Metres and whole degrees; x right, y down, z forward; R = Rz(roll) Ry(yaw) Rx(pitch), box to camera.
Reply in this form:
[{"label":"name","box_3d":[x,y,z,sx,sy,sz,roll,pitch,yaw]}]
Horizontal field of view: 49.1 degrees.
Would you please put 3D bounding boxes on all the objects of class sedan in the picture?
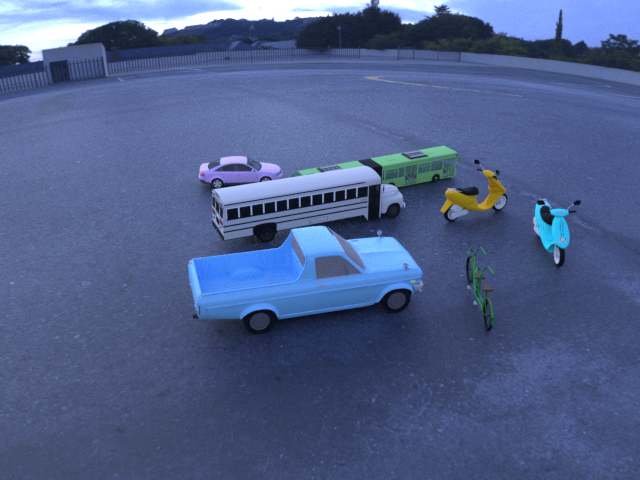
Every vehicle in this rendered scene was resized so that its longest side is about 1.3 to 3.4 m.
[{"label":"sedan","box_3d":[-1.528,-1.343,13.515,1.613,0.483,0.635,-3,27,-5]}]

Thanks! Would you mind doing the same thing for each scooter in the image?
[{"label":"scooter","box_3d":[2.691,-0.831,12.018,1.399,0.919,0.662,-13,29,-23]},{"label":"scooter","box_3d":[3.606,-0.262,10.890,0.662,0.919,1.399,0,27,0]}]

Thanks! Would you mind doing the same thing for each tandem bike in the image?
[{"label":"tandem bike","box_3d":[2.164,0.583,9.478,0.283,0.682,1.642,0,27,0]}]

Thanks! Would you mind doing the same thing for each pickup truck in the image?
[{"label":"pickup truck","box_3d":[-0.198,0.429,9.438,3.117,0.993,1.244,-7,28,-14]}]

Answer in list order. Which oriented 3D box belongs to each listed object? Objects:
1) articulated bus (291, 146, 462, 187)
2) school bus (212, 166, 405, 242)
[{"label":"articulated bus","box_3d":[1.093,-1.240,13.225,3.401,0.561,0.605,-12,29,-23]},{"label":"school bus","box_3d":[-0.121,-0.638,11.718,3.322,0.844,0.709,-11,29,-20]}]
